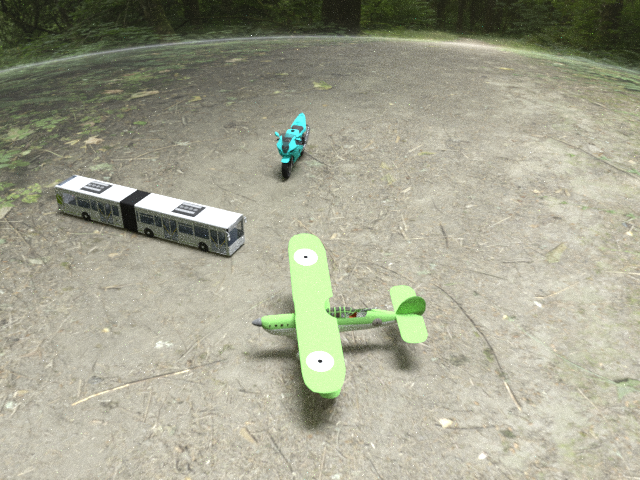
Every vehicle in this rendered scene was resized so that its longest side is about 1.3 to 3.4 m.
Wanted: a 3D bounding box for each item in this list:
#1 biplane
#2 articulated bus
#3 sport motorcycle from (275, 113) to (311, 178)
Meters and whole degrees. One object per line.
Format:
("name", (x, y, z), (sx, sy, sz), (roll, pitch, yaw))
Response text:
("biplane", (0.239, 0.985, 8.474), (2.120, 0.981, 2.598), (-3, 31, -5))
("articulated bus", (-2.758, -0.424, 11.212), (3.401, 0.561, 0.605), (13, 34, 21))
("sport motorcycle", (-0.501, -1.789, 13.220), (0.506, 0.821, 1.520), (6, 32, 10))
